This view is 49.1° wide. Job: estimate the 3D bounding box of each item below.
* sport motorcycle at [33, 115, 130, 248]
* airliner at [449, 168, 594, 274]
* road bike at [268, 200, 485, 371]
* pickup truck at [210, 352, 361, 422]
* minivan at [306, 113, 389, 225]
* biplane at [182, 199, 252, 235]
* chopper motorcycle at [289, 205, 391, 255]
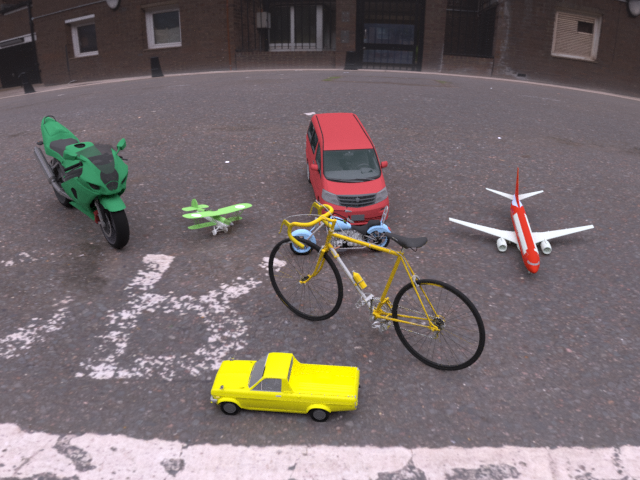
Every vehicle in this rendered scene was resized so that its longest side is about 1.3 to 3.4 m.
[{"bbox_3d":[-3.839,-0.991,11.383,0.983,1.596,2.955,-19,32,-33],"label":"sport motorcycle"},{"bbox_3d":[3.181,-0.317,10.889,2.257,0.835,2.541,3,27,6],"label":"airliner"},{"bbox_3d":[0.567,0.518,8.314,3.004,1.656,0.696,17,31,30],"label":"road bike"},{"bbox_3d":[-0.366,1.540,7.556,1.603,0.511,0.640,3,27,5],"label":"pickup truck"},{"bbox_3d":[0.428,-1.307,12.456,1.324,1.197,3.011,-3,27,-6],"label":"minivan"},{"bbox_3d":[-1.749,-0.397,11.417,1.090,0.504,1.336,23,35,38],"label":"biplane"},{"bbox_3d":[0.313,-0.148,10.635,1.563,0.761,0.466,-2,27,-3],"label":"chopper motorcycle"}]
